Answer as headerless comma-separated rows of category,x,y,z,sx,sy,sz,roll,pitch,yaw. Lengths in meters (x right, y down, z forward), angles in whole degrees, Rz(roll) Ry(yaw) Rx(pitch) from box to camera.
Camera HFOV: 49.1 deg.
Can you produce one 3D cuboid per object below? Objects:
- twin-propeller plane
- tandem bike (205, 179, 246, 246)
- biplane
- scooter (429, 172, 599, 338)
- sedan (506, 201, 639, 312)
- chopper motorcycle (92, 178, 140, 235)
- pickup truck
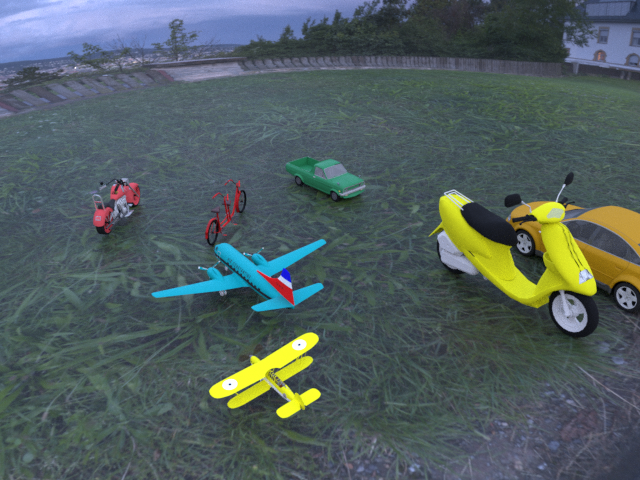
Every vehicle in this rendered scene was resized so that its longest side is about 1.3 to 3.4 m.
twin-propeller plane,-0.917,0.377,9.367,2.663,0.792,2.129,-18,32,-30
tandem bike,-1.492,-0.495,11.177,0.283,0.682,1.642,7,28,14
biplane,-0.487,1.521,7.465,1.336,0.504,1.090,-18,32,-31
scooter,2.472,-0.001,9.017,1.288,1.786,2.721,-19,33,-32
sedan,3.996,0.030,9.879,1.235,0.940,3.137,-16,31,-28
chopper motorcycle,-3.301,-0.668,11.426,0.466,0.761,1.563,4,28,7
pickup truck,0.081,-1.187,12.702,0.640,0.511,1.603,-23,35,-37
